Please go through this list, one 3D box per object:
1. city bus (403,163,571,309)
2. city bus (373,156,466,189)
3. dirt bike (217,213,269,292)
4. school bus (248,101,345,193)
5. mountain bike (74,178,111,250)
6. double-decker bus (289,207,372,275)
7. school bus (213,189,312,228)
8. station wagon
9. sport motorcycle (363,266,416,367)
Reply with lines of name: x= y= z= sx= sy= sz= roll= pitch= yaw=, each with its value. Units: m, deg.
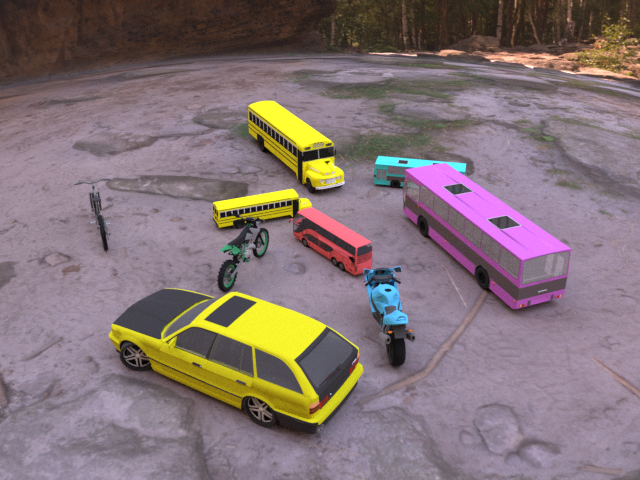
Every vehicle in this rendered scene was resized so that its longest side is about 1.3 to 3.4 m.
city bus: x=2.370 y=-0.138 z=10.638 sx=0.926 sy=0.894 sz=3.255 roll=-11 pitch=31 yaw=-19
city bus: x=1.858 y=-1.212 z=13.046 sx=1.674 sy=0.460 sz=0.476 roll=6 pitch=29 yaw=12
dirt bike: x=-1.114 y=0.105 z=10.235 sx=0.527 sy=0.857 sz=1.493 roll=12 pitch=31 yaw=20
school bus: x=-0.522 y=-1.904 z=13.909 sx=0.709 sy=0.844 sz=3.322 roll=-13 pitch=32 yaw=-23
mountain bike: x=-3.560 y=-0.452 z=11.239 sx=0.573 sy=0.868 sz=1.469 roll=-11 pitch=31 yaw=-19
double-decker bus: x=0.154 y=-0.015 z=10.782 sx=0.389 sy=0.541 sz=1.672 roll=-20 pitch=35 yaw=-32
school bus: x=-0.947 y=-0.542 z=11.853 sx=1.708 sy=0.434 sz=0.365 roll=-11 pitch=31 yaw=-20
station wagon: x=-1.073 y=1.178 z=8.214 sx=3.105 sy=0.920 sz=1.327 roll=16 pitch=32 yaw=26
sport motorcycle: x=0.849 y=0.904 z=8.817 sx=0.506 sy=0.821 sz=1.520 roll=-4 pitch=29 yaw=-7
